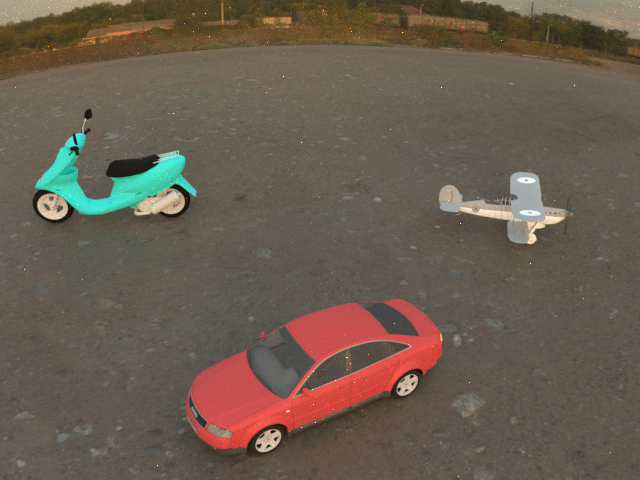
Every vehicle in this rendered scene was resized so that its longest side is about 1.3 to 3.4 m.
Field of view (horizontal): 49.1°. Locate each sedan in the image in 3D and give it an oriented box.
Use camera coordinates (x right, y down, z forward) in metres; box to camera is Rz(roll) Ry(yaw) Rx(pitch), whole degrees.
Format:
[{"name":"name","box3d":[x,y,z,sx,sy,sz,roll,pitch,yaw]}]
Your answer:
[{"name":"sedan","box3d":[-0.023,1.423,8.104,3.137,0.940,1.235,-16,34,-25]}]

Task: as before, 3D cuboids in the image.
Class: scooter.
[{"name":"scooter","box3d":[-3.470,-1.129,11.599,2.721,1.786,1.288,-3,31,-5]}]

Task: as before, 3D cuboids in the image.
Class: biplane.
[{"name":"biplane","box3d":[2.993,-0.518,11.355,2.120,0.981,2.598,7,31,12]}]
